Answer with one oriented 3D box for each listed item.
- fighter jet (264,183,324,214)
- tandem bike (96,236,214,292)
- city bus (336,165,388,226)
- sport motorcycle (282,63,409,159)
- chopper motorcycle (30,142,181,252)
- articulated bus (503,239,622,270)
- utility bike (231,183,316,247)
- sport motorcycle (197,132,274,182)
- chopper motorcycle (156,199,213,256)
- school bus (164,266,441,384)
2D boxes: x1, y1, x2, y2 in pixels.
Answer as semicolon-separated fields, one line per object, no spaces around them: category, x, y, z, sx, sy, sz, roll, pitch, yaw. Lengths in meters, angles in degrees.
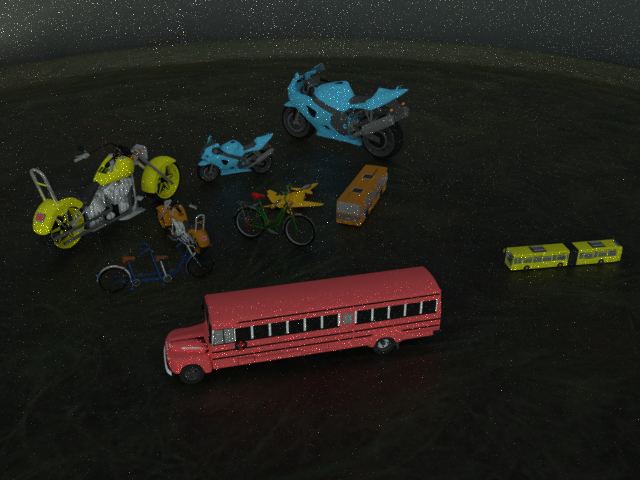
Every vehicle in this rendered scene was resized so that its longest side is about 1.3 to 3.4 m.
fighter jet;-0.389;-0.857;12.419;1.147;0.286;1.358;16;32;27
tandem bike;-2.297;0.335;9.788;1.642;0.682;0.283;-9;30;-17
city bus;0.740;-0.769;12.073;0.476;0.460;1.674;10;30;17
sport motorcycle;0.433;-2.617;14.307;2.955;1.596;0.983;17;33;29
chopper motorcycle;-3.341;-0.913;11.265;0.906;1.480;3.040;15;32;26
articulated bus;3.614;0.218;10.420;1.749;0.289;0.311;-4;29;-8
utility bike;-0.718;-0.414;10.901;1.435;0.946;0.535;9;30;17
sport motorcycle;-1.586;-1.557;13.155;1.520;0.821;0.506;-12;31;-21
chopper motorcycle;-2.168;-0.300;10.885;0.466;0.761;1.563;-20;34;-32
school bus;-0.207;0.982;8.415;3.322;0.844;0.709;-7;29;-12
